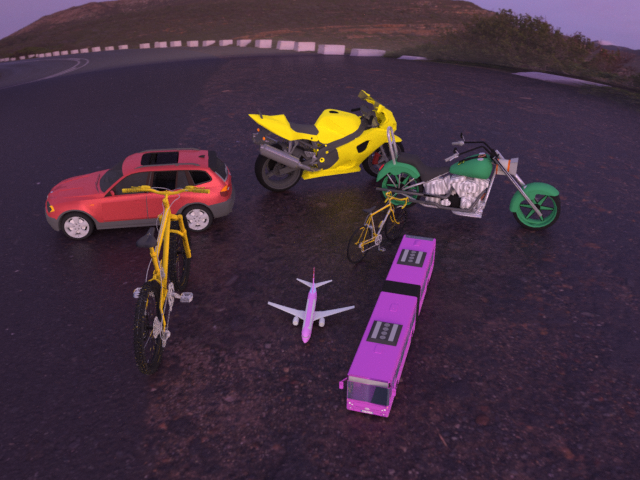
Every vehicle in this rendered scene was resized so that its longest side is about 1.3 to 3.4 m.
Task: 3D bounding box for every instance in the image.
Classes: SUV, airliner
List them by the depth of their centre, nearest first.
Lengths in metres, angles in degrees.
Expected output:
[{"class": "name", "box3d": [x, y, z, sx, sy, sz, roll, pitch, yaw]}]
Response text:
[{"class": "airliner", "box3d": [-0.131, 0.853, 9.191, 1.161, 0.429, 1.307, 2, 29, 4]}, {"class": "SUV", "box3d": [-2.942, -0.832, 11.539, 3.058, 1.128, 1.276, -4, 29, -7]}]

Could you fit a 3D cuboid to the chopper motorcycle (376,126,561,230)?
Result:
[{"class": "chopper motorcycle", "box3d": [2.431, -1.020, 11.518, 3.040, 1.480, 0.906, 8, 30, 15]}]

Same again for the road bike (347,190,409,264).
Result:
[{"class": "road bike", "box3d": [0.899, -0.215, 10.701, 0.358, 0.852, 1.545, 22, 36, 35]}]

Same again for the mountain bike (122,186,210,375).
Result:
[{"class": "mountain bike", "box3d": [-1.963, 0.334, 8.828, 1.114, 1.688, 2.857, 0, 29, 1]}]

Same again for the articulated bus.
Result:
[{"class": "articulated bus", "box3d": [0.979, 0.928, 8.917, 0.605, 0.561, 3.401, 8, 30, 14]}]

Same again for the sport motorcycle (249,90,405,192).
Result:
[{"class": "sport motorcycle", "box3d": [0.185, -1.749, 12.727, 2.955, 1.596, 0.983, -9, 30, -15]}]
